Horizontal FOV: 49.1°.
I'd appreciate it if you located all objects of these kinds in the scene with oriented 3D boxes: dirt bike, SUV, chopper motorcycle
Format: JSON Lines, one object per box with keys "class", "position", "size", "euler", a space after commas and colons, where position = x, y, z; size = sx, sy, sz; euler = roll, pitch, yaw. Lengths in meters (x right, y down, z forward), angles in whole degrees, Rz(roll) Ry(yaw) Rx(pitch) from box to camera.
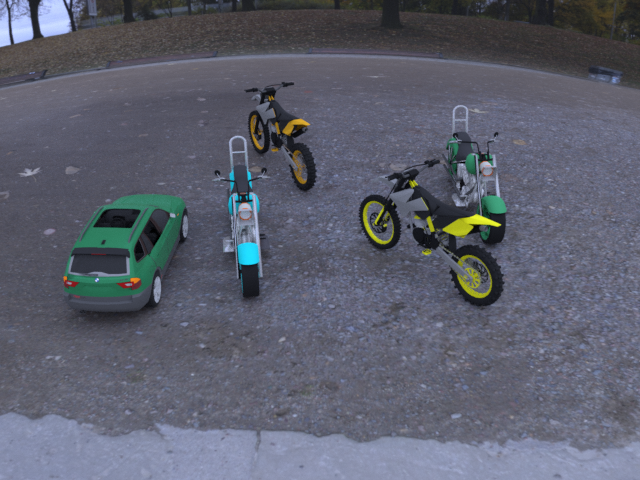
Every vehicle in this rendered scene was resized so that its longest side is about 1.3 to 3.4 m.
{"class": "dirt bike", "position": [1.562, -0.213, 10.334], "size": [1.024, 1.666, 2.903], "euler": [-22, 36, -33]}
{"class": "dirt bike", "position": [-0.820, -2.138, 13.714], "size": [1.024, 1.666, 2.903], "euler": [-15, 33, -24]}
{"class": "SUV", "position": [-2.861, -0.027, 10.552], "size": [1.276, 1.128, 3.058], "euler": [1, 30, 2]}
{"class": "chopper motorcycle", "position": [2.719, -1.203, 12.262], "size": [0.906, 1.480, 3.040], "euler": [-2, 30, -4]}
{"class": "chopper motorcycle", "position": [-1.191, -0.436, 10.914], "size": [0.906, 1.480, 3.040], "euler": [-4, 30, -7]}
